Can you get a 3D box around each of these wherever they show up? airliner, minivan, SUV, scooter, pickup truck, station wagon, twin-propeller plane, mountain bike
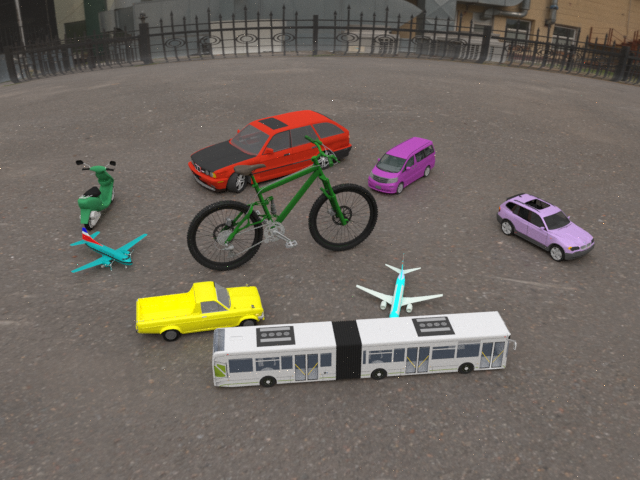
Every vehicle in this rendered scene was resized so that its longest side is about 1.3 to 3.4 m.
[{"bbox_3d":[1.035,0.665,9.243,1.161,0.429,1.307,6,29,10],"label":"airliner"},{"bbox_3d":[1.494,-1.359,12.708,0.681,0.616,1.548,21,35,32],"label":"minivan"},{"bbox_3d":[3.434,-0.232,10.707,0.656,0.580,1.572,-18,34,-29],"label":"SUV"},{"bbox_3d":[-3.633,-0.803,11.389,0.662,0.919,1.399,2,29,3],"label":"scooter"},{"bbox_3d":[-1.515,0.849,8.826,1.603,0.511,0.640,-6,30,-11],"label":"pickup truck"},{"bbox_3d":[-0.925,-1.740,13.081,3.105,0.920,1.327,-19,34,-30],"label":"station wagon"},{"bbox_3d":[-3.127,0.124,10.243,1.095,0.407,1.370,19,34,31],"label":"twin-propeller plane"},{"bbox_3d":[-0.489,-0.451,9.960,2.857,1.688,1.114,-9,30,-16],"label":"mountain bike"}]

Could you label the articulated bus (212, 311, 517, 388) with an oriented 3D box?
[{"bbox_3d":[0.488,1.252,8.046,3.401,0.561,0.605,-3,29,-5],"label":"articulated bus"}]
